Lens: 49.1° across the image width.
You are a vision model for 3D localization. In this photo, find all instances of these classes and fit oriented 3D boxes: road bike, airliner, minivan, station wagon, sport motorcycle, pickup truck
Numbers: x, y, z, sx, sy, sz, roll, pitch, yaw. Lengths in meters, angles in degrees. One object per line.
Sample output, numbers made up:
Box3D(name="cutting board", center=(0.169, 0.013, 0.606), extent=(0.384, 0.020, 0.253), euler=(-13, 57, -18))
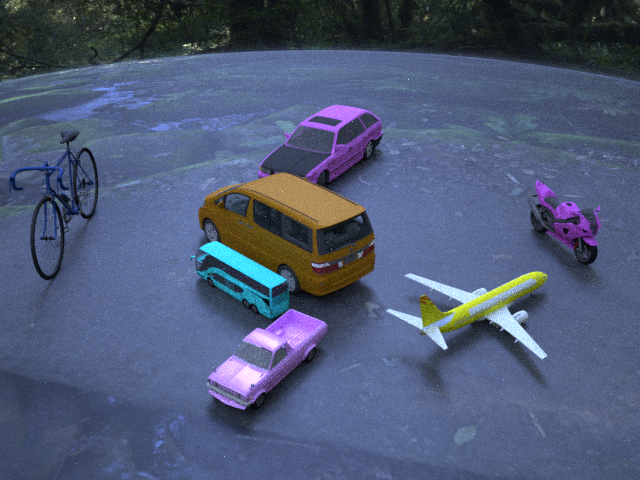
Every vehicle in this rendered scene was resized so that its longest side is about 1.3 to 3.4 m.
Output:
Box3D(name="road bike", center=(-3.773, -0.686, 10.391), extent=(0.696, 1.656, 3.004), euler=(0, 29, 0))
Box3D(name="airliner", center=(2.100, 0.658, 8.809), extent=(2.541, 0.835, 2.257), euler=(-20, 35, -32))
Box3D(name="minivan", center=(-0.586, -0.279, 10.129), extent=(1.324, 1.197, 3.011), euler=(-24, 37, -36))
Box3D(name="station wagon", center=(0.060, -1.789, 13.144), extent=(1.327, 0.920, 3.105), euler=(15, 32, 26))
Box3D(name="sport motorcycle", center=(3.665, -0.275, 10.511), extent=(0.506, 0.821, 1.520), euler=(-10, 31, -18))
Box3D(name="pickup truck", center=(-0.571, 1.289, 8.004), extent=(0.640, 0.511, 1.603), euler=(18, 34, 29))

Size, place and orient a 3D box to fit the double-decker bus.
Box3D(name="double-decker bus", center=(-1.085, 0.501, 9.397), extent=(1.672, 0.541, 0.389), euler=(25, 38, 38))
